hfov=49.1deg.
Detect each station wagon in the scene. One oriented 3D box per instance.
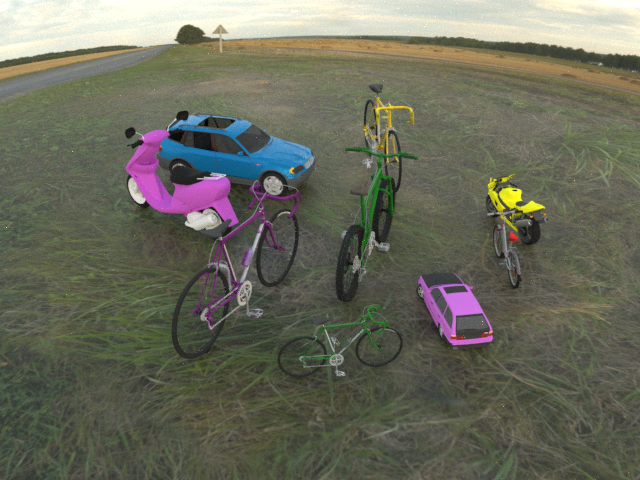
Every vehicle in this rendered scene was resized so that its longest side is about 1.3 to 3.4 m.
[{"bbox_3d":[1.796,0.843,9.446,0.682,0.473,1.597,-4,29,-8],"label":"station wagon"}]

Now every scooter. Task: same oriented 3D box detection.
[{"bbox_3d":[-2.395,-1.074,11.569,2.721,1.786,1.288,22,36,34],"label":"scooter"}]

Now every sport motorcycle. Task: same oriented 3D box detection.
[{"bbox_3d":[3.200,-0.533,11.588,0.506,0.821,1.520,-10,30,-17],"label":"sport motorcycle"}]

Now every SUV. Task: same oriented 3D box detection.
[{"bbox_3d":[-1.609,-1.692,13.378,3.058,1.128,1.276,9,30,16],"label":"SUV"}]

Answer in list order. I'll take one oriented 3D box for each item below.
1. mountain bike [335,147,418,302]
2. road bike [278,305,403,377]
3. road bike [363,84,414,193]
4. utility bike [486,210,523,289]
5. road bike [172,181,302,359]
[{"bbox_3d":[0.736,-0.338,10.334,1.114,1.688,2.857,10,30,17],"label":"mountain bike"},{"bbox_3d":[0.255,1.234,8.342,1.545,0.852,0.358,-6,29,-10],"label":"road bike"},{"bbox_3d":[1.193,-2.100,13.571,0.696,1.656,3.004,-4,29,-8],"label":"road bike"},{"bbox_3d":[2.731,0.067,10.368,0.535,0.946,1.435,-1,29,-2],"label":"utility bike"},{"bbox_3d":[-1.023,0.293,9.220,0.696,1.656,3.004,14,32,24],"label":"road bike"}]
